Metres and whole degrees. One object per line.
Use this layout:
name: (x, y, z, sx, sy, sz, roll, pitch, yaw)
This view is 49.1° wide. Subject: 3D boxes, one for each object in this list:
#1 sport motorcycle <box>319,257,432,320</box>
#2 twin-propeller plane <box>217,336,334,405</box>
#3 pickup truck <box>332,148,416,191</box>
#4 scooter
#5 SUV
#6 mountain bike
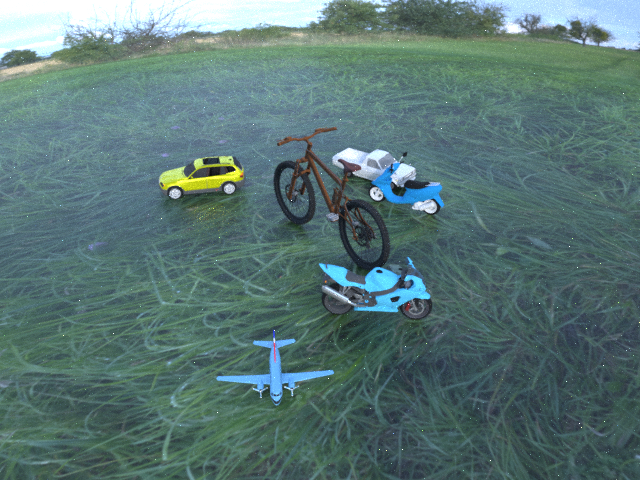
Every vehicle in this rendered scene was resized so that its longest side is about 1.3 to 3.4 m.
sport motorcycle: (0.744, 0.673, 9.309, 1.520, 0.821, 0.506, 4, 30, 6)
twin-propeller plane: (-0.528, 1.511, 8.273, 1.370, 0.407, 1.095, -2, 30, -4)
pickup truck: (1.016, -1.417, 13.235, 1.603, 0.511, 0.640, 21, 36, 31)
scooter: (1.479, -0.952, 12.023, 1.399, 0.919, 0.662, 16, 33, 25)
SUV: (-2.146, -1.173, 12.742, 1.572, 0.580, 0.656, -6, 31, -10)
mountain bike: (0.111, -0.687, 10.796, 1.114, 1.688, 2.857, -21, 36, -32)
